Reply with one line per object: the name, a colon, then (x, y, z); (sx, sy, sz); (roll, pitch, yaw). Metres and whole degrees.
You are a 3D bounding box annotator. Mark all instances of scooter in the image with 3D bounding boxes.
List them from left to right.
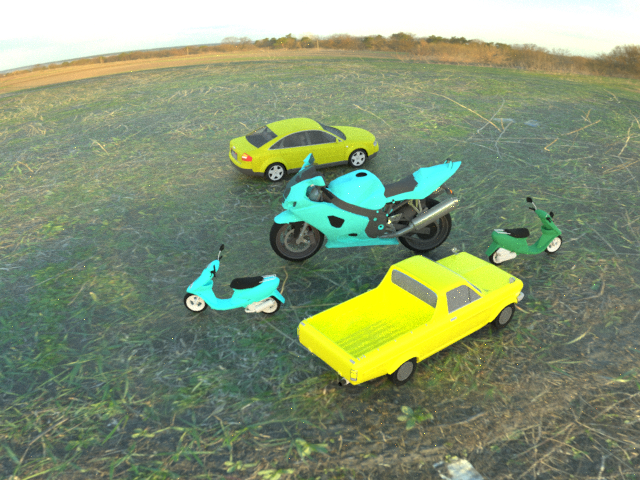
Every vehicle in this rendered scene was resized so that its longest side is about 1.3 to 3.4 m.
scooter: (-1.184, 0.608, 9.498); (1.399, 0.919, 0.662); (1, 28, 2)
scooter: (3.203, -0.105, 10.814); (1.399, 0.919, 0.662); (-10, 30, -18)

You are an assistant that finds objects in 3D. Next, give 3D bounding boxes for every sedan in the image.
sedan: (-0.288, -1.956, 14.209); (3.137, 0.940, 1.235); (-12, 31, -21)

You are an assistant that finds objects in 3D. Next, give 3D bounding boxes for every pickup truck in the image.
pickup truck: (1.243, 0.857, 8.961); (3.117, 0.993, 1.244); (-21, 35, -33)

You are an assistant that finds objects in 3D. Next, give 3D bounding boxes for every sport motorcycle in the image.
sport motorcycle: (0.684, -0.463, 10.763); (2.955, 1.596, 0.983); (-4, 29, -8)
